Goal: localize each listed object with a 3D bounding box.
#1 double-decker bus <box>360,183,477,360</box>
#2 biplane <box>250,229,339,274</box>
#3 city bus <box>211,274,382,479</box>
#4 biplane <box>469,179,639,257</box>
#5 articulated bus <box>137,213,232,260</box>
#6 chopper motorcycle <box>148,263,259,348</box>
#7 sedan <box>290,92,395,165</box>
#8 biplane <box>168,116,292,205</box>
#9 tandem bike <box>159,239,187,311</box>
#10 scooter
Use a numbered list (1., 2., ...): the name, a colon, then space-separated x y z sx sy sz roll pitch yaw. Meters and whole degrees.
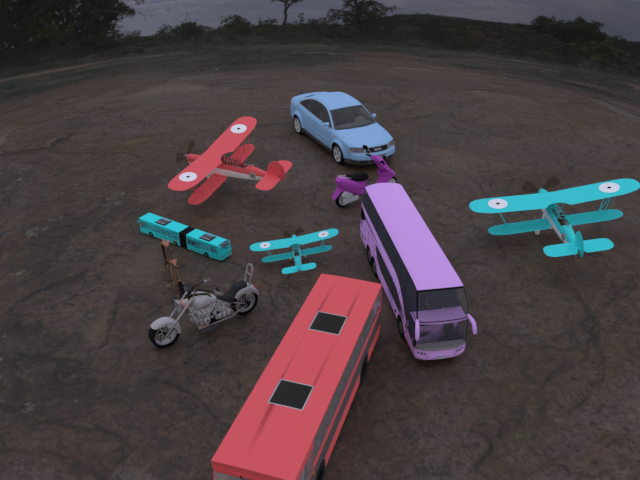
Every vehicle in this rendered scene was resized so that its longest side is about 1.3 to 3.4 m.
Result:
1. double-decker bus: 1.218 0.347 9.639 0.756 1.052 3.251 -5 31 -8
2. biplane: -0.369 0.201 10.435 1.336 0.504 1.090 -3 30 -5
3. city bus: -0.102 1.620 7.606 0.926 0.894 3.255 9 31 15
4. biplane: 3.658 -0.296 10.816 2.598 0.981 2.120 -1 30 -1
5. articulated bus: -2.164 -0.065 11.107 1.749 0.289 0.311 18 35 28
6. chopper motorcycle: -1.491 0.844 9.073 1.563 0.761 0.466 -19 35 -30
7. sedan: 0.420 -2.463 14.587 1.235 0.940 3.137 -14 33 -23
8. biplane: -1.581 -1.273 12.499 2.120 0.981 2.598 13 33 21
9. tandem bike: -2.103 0.359 9.987 0.283 0.682 1.642 -11 32 -19
10. scooter: 0.812 -1.110 12.280 1.399 0.919 0.662 -18 35 -28
